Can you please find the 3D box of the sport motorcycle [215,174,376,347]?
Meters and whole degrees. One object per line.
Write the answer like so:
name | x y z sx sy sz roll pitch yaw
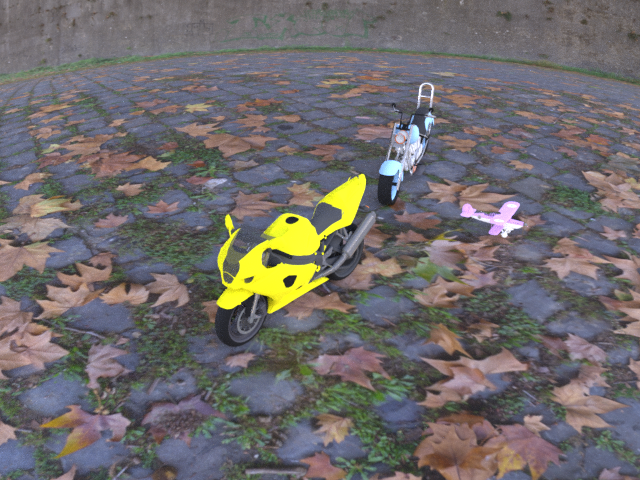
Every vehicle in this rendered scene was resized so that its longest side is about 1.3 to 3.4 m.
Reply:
sport motorcycle | -0.322 0.227 9.432 0.983 1.596 2.955 22 37 34

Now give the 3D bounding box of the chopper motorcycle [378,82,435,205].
chopper motorcycle | 1.646 -1.857 13.178 0.906 1.480 3.040 11 32 18

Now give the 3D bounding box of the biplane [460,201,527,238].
biplane | 2.876 -0.358 11.546 1.090 0.504 1.336 14 33 24
